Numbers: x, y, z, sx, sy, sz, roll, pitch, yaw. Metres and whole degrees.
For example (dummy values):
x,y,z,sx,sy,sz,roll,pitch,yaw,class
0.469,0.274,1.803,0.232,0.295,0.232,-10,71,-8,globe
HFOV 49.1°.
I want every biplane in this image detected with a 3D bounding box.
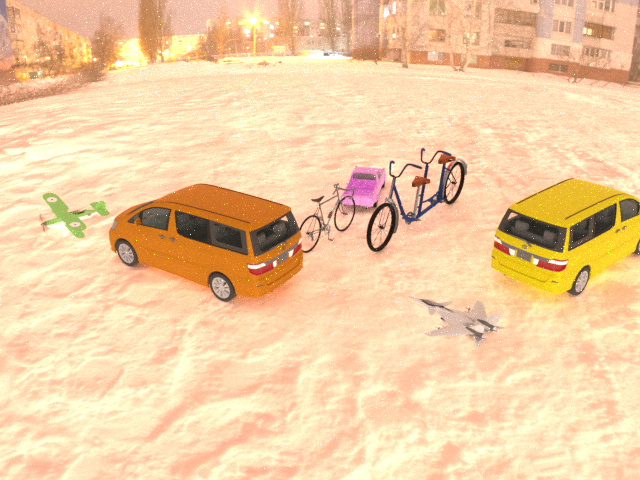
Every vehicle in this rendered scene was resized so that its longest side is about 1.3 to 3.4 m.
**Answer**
x,y,z,sx,sy,sz,roll,pitch,yaw,class
-3.960,-0.373,11.318,1.090,0.504,1.336,-20,33,-36,biplane

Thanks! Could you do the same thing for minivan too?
x,y,z,sx,sy,sz,roll,pitch,yaw,class
-1.717,-0.117,10.001,3.011,1.197,1.324,16,30,30,minivan
3.803,-0.214,10.199,3.011,1.197,1.324,-22,33,-37,minivan

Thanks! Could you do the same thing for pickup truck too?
x,y,z,sx,sy,sz,roll,pitch,yaw,class
0.798,-1.005,12.609,0.640,0.511,1.603,6,27,12,pickup truck

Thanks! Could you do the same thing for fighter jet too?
x,y,z,sx,sy,sz,roll,pitch,yaw,class
1.644,0.894,8.965,1.147,0.286,1.358,-23,34,-39,fighter jet

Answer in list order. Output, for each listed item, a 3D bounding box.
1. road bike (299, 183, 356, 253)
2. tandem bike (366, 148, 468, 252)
x,y,z,sx,sy,sz,roll,pitch,yaw,class
0.122,-0.372,10.919,0.358,0.852,1.545,18,31,32,road bike
1.665,-0.852,11.364,0.550,1.326,3.192,18,31,33,tandem bike
